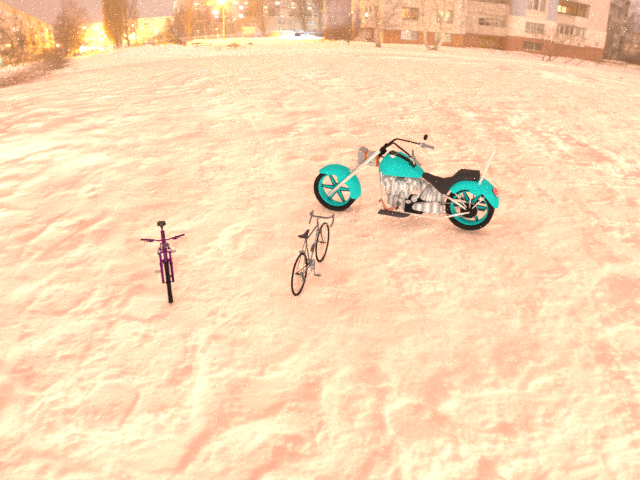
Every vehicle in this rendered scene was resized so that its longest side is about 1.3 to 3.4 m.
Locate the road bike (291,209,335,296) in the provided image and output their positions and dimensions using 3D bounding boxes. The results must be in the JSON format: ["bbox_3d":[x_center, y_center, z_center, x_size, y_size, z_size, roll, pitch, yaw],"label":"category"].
[{"bbox_3d":[-0.119,0.137,9.765,0.358,0.852,1.545,9,30,17],"label":"road bike"}]

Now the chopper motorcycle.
[{"bbox_3d":[1.344,-0.989,11.178,3.040,1.480,0.906,11,30,19],"label":"chopper motorcycle"}]

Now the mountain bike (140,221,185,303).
[{"bbox_3d":[-2.125,0.214,9.605,0.573,0.868,1.469,-7,29,-12],"label":"mountain bike"}]
